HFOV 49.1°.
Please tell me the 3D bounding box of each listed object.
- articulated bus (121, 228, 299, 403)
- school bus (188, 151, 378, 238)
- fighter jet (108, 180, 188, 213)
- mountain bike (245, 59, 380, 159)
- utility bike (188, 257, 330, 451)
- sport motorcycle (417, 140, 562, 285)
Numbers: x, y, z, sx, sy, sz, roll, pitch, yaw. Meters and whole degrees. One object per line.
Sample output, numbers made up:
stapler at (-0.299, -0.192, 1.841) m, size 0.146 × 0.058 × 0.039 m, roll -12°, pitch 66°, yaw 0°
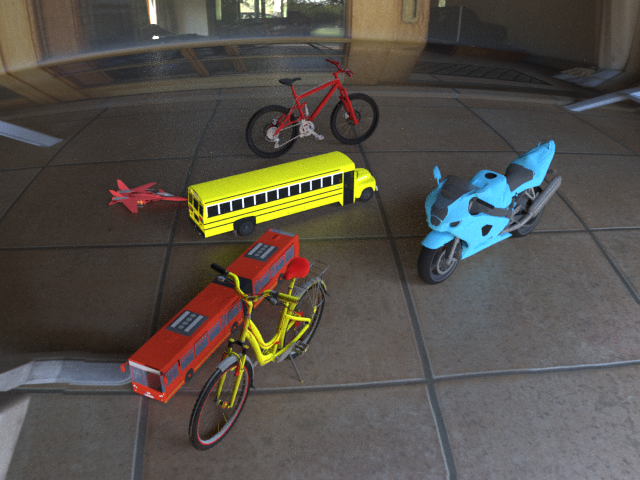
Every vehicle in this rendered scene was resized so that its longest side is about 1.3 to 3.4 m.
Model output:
articulated bus at (-1.258, 0.848, 9.230) m, size 0.605 × 0.561 × 3.401 m, roll 14°, pitch 34°, yaw 22°
school bus at (-0.528, -0.814, 11.723) m, size 3.322 × 0.844 × 0.709 m, roll -17°, pitch 35°, yaw -25°
fighter jet at (-2.965, -0.812, 12.260) m, size 1.358 × 0.286 × 1.147 m, roll 3°, pitch 31°, yaw 4°
mountain bike at (-0.107, -2.530, 13.761) m, size 2.857 × 1.688 × 1.114 m, roll -12°, pitch 33°, yaw -19°
utility bike at (-0.502, 1.008, 7.722) m, size 1.039 × 1.839 × 2.791 m, roll 16°, pitch 35°, yaw 25°
sport motorcycle at (2.495, -0.438, 10.365) m, size 2.955 × 1.596 × 0.983 m, roll -25°, pitch 39°, yaw -35°
